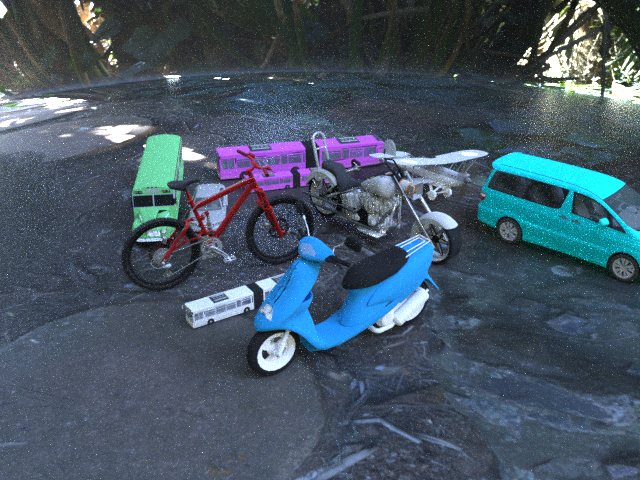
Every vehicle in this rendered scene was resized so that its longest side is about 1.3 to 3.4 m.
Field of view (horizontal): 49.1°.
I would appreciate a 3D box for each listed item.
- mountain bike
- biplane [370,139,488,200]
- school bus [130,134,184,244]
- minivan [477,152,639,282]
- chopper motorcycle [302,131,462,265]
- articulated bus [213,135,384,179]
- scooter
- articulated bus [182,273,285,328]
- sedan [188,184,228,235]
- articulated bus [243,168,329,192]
[{"bbox_3d":[-1.377,-0.239,9.827,2.857,1.688,1.114,-12,29,-23],"label":"mountain bike"},{"bbox_3d":[1.939,-1.342,12.865,2.598,0.981,2.120,-22,34,-37],"label":"biplane"},{"bbox_3d":[-2.796,-0.946,12.216,0.709,0.844,3.322,-3,26,-7],"label":"school bus"},{"bbox_3d":[3.975,-0.417,10.745,3.011,1.197,1.324,22,34,38],"label":"minivan"},{"bbox_3d":[0.918,-0.700,10.999,3.040,1.480,0.906,24,35,39],"label":"chopper motorcycle"},{"bbox_3d":[-0.394,-1.665,13.994,3.401,0.561,0.605,-7,27,-13],"label":"articulated bus"},{"bbox_3d":[0.332,0.495,8.227,2.721,1.786,1.288,-16,30,-29],"label":"scooter"},{"bbox_3d":[-0.965,0.771,9.361,1.749,0.289,0.311,-16,30,-29],"label":"articulated bus"},{"bbox_3d":[-1.896,-0.588,11.898,0.635,0.483,1.613,-2,26,-5],"label":"sedan"},{"bbox_3d":[-0.572,-1.152,13.262,1.749,0.289,0.311,-8,27,-16],"label":"articulated bus"}]
